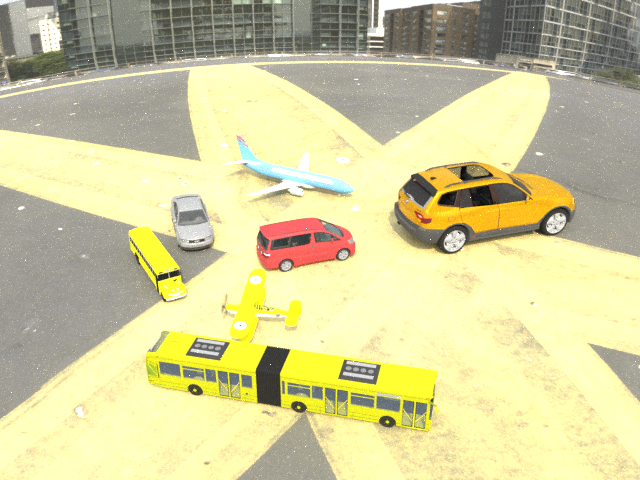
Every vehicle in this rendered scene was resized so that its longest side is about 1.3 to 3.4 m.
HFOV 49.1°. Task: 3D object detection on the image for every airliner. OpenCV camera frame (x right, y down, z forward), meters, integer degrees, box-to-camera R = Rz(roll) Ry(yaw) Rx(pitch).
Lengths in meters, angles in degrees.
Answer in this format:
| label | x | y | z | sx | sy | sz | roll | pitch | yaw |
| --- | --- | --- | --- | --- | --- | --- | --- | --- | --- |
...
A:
| label | x | y | z | sx | sy | sz | roll | pitch | yaw |
| --- | --- | --- | --- | --- | --- | --- | --- | --- | --- |
| airliner | -0.513 | -1.383 | 13.177 | 2.541 | 0.835 | 2.257 | 14 | 32 | 23 |

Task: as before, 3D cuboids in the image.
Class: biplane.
| label | x | y | z | sx | sy | sz | roll | pitch | yaw |
| --- | --- | --- | --- | --- | --- | --- | --- | --- | --- |
| biplane | -0.783 | 0.955 | 9.321 | 1.090 | 0.504 | 1.336 | 4 | 29 | 8 |

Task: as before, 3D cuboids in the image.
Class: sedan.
| label | x | y | z | sx | sy | sz | roll | pitch | yaw |
| --- | --- | --- | --- | --- | --- | --- | --- | --- | --- |
| sedan | -2.158 | -0.368 | 11.716 | 0.635 | 0.483 | 1.613 | -8 | 30 | -14 |

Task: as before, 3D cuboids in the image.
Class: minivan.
| label | x | y | z | sx | sy | sz | roll | pitch | yaw |
| --- | --- | --- | --- | --- | --- | --- | --- | --- | --- |
| minivan | -0.205 | 0.014 | 10.896 | 1.548 | 0.616 | 0.681 | -10 | 31 | -18 |

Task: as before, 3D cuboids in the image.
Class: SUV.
| label | x | y | z | sx | sy | sz | roll | pitch | yaw |
| --- | --- | --- | --- | --- | --- | --- | --- | --- | --- |
| SUV | 2.765 | -0.677 | 11.608 | 3.058 | 1.128 | 1.276 | -9 | 30 | -16 |

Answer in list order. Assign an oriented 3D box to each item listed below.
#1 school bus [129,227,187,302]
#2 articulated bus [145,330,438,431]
| label | x | y | z | sx | sy | sz | roll | pitch | yaw |
| --- | --- | --- | --- | --- | --- | --- | --- | --- | --- |
| school bus | -2.442 | 0.346 | 10.486 | 0.365 | 0.434 | 1.708 | -16 | 33 | -26 |
| articulated bus | -0.344 | 1.605 | 8.097 | 3.401 | 0.561 | 0.605 | 7 | 30 | 12 |
